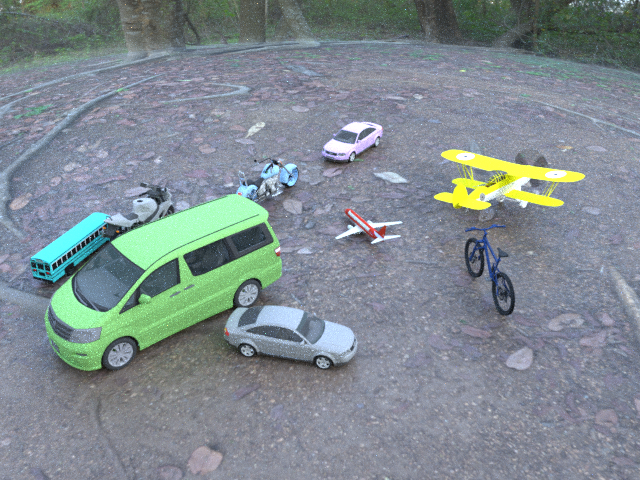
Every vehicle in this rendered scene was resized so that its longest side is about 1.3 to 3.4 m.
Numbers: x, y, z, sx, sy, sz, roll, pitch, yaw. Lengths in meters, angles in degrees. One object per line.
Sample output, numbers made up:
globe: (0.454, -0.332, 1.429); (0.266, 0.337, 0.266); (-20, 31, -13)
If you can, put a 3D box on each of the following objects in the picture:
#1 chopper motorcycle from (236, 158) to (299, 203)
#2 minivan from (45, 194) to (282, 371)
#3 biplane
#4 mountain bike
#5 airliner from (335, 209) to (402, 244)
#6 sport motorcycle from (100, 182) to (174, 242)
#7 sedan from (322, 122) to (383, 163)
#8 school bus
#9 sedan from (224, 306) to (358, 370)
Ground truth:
chopper motorcycle: (-0.866, -1.044, 11.783); (0.466, 0.761, 1.563); (19, 35, 29)
minivan: (-1.930, 0.451, 8.777); (3.011, 1.197, 1.324); (-24, 38, -35)
biplane: (2.791, -0.873, 11.271); (2.120, 0.981, 2.598); (-23, 38, -34)
mountain bike: (2.255, 0.337, 9.301); (0.573, 0.868, 1.469); (-7, 31, -11)
airliner: (0.697, -0.300, 10.834); (1.161, 0.429, 1.307); (-14, 33, -22)
sport motorcycle: (-2.663, -0.296, 10.436); (0.506, 0.821, 1.520); (13, 33, 22)
sedan: (0.640, -1.965, 13.645); (0.635, 0.483, 1.613); (19, 35, 29)
school bus: (-3.500, 0.049, 10.229); (0.365, 0.434, 1.708); (11, 32, 18)
sedan: (-0.351, 1.103, 8.366); (1.613, 0.483, 0.635); (7, 31, 12)
